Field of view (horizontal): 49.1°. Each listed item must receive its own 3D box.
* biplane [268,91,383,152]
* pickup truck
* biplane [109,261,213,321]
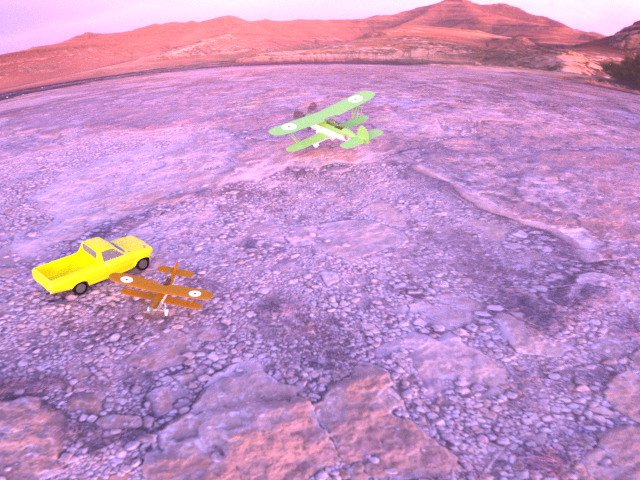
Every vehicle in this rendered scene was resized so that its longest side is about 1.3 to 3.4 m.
[{"bbox_3d":[0.265,-2.233,14.133,2.598,0.981,2.120,-19,33,-33],"label":"biplane"},{"bbox_3d":[-3.132,0.290,9.733,1.603,0.511,0.640,-24,36,-38],"label":"pickup truck"},{"bbox_3d":[-1.989,0.635,9.066,1.336,0.504,1.090,4,27,7],"label":"biplane"}]
